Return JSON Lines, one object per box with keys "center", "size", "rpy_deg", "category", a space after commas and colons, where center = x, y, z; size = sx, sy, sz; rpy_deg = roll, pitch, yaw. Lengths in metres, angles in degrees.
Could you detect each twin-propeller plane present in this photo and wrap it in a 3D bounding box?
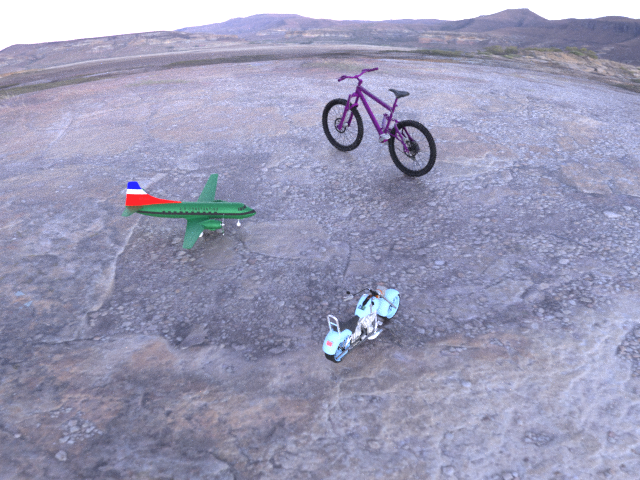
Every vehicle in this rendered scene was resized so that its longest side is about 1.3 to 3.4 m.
{"center": [-2.100, -0.581, 11.349], "size": [2.129, 0.792, 2.663], "rpy_deg": [1, 30, 1], "category": "twin-propeller plane"}

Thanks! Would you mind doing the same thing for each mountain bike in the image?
{"center": [1.083, -2.270, 13.421], "size": [2.857, 1.688, 1.114], "rpy_deg": [26, 39, 38], "category": "mountain bike"}

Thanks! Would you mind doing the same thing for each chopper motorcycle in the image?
{"center": [0.557, 0.926, 8.720], "size": [0.466, 0.761, 1.563], "rpy_deg": [20, 35, 31], "category": "chopper motorcycle"}
